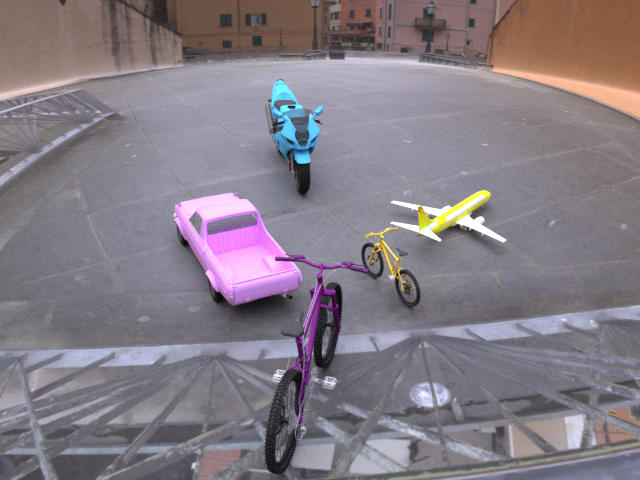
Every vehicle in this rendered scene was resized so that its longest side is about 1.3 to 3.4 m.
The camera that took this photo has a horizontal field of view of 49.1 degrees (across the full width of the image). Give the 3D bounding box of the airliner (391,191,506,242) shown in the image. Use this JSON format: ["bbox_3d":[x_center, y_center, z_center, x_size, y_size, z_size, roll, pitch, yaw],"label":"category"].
[{"bbox_3d":[2.353,-0.606,12.170,2.257,0.835,2.541,23,36,35],"label":"airliner"}]

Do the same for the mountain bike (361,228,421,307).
[{"bbox_3d":[1.038,0.369,10.381,0.573,0.868,1.469,-16,33,-26],"label":"mountain bike"}]

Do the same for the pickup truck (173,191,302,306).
[{"bbox_3d":[-1.375,-0.005,10.926,1.244,0.993,3.117,-13,31,-22],"label":"pickup truck"}]

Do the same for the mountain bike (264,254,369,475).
[{"bbox_3d":[-0.119,1.231,7.987,1.114,1.688,2.857,8,30,13],"label":"mountain bike"}]

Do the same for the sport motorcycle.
[{"bbox_3d":[-0.574,-2.137,14.139,0.983,1.596,2.955,-6,30,-11],"label":"sport motorcycle"}]
